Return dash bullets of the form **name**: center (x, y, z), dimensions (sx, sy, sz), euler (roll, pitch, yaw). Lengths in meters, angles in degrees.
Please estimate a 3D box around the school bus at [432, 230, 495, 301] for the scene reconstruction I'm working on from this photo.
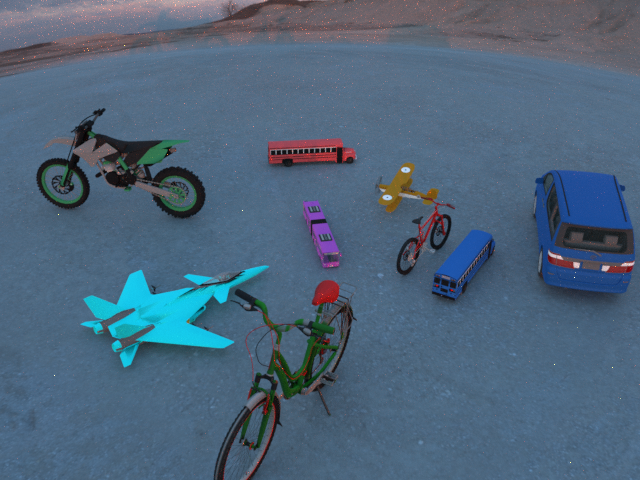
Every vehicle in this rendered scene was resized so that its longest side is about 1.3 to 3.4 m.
- **school bus**: center (2.107, 0.296, 10.041), dimensions (0.365, 0.434, 1.708), euler (17, 34, 27)

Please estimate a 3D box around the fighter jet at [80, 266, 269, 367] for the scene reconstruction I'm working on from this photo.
- **fighter jet**: center (-1.711, 0.678, 9.260), dimensions (2.640, 0.557, 2.229), euler (-25, 38, -36)

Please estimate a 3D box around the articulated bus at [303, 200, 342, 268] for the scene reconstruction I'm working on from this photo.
- **articulated bus**: center (0.001, -0.128, 10.914), dimensions (0.311, 0.289, 1.749), euler (-6, 31, -10)

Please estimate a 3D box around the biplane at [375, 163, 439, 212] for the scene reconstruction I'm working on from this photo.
- **biplane**: center (1.453, -0.802, 11.860), dimensions (1.090, 0.504, 1.336), euler (13, 33, 22)

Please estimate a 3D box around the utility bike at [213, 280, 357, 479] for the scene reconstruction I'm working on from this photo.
- **utility bike**: center (-0.170, 1.228, 7.038), dimensions (1.039, 1.839, 2.791), euler (15, 33, 24)

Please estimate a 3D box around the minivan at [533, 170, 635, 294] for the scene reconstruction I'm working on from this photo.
- **minivan**: center (3.881, -0.375, 10.437), dimensions (1.324, 1.197, 3.011), euler (6, 31, 11)

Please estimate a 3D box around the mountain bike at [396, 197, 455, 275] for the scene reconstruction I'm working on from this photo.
- **mountain bike**: center (1.555, -0.079, 10.253), dimensions (0.573, 0.868, 1.469), euler (22, 37, 33)

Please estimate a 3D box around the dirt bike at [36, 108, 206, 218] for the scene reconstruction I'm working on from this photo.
- **dirt bike**: center (-3.297, -1.172, 11.340), dimensions (2.903, 1.666, 1.024), euler (4, 30, 8)

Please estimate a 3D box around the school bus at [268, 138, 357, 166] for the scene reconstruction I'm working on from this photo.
- **school bus**: center (-0.147, -1.695, 13.467), dimensions (1.708, 0.434, 0.365), euler (-4, 30, -6)
